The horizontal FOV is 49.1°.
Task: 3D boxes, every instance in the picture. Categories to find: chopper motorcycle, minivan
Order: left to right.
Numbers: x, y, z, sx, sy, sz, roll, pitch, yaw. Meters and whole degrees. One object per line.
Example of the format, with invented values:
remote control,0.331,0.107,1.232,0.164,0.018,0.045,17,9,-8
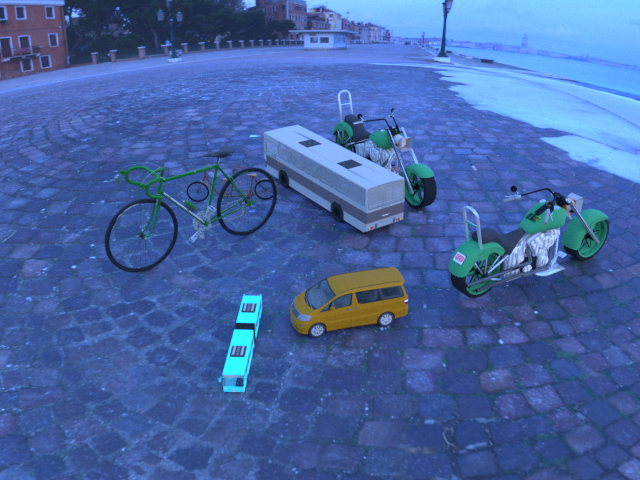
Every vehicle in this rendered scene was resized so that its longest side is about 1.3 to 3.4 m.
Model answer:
minivan,0.376,0.793,9.238,1.548,0.616,0.681,-7,29,-13
chopper motorcycle,1.144,-1.730,13.022,0.906,1.480,3.040,-16,32,-26
chopper motorcycle,3.099,-0.107,10.001,3.040,1.480,0.906,-16,32,-27

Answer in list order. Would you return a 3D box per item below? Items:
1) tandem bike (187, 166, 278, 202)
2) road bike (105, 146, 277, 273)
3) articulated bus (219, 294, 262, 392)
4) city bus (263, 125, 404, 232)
tandem bike,-1.568,-1.007,12.519,1.642,0.682,0.283,-2,28,-4
road bike,-1.882,-0.553,10.645,3.004,1.656,0.697,-21,35,-34
articulated bus,-0.952,1.242,8.747,0.311,0.289,1.749,1,28,2
city bus,0.152,-1.139,12.540,0.926,0.894,3.255,-18,33,-30
